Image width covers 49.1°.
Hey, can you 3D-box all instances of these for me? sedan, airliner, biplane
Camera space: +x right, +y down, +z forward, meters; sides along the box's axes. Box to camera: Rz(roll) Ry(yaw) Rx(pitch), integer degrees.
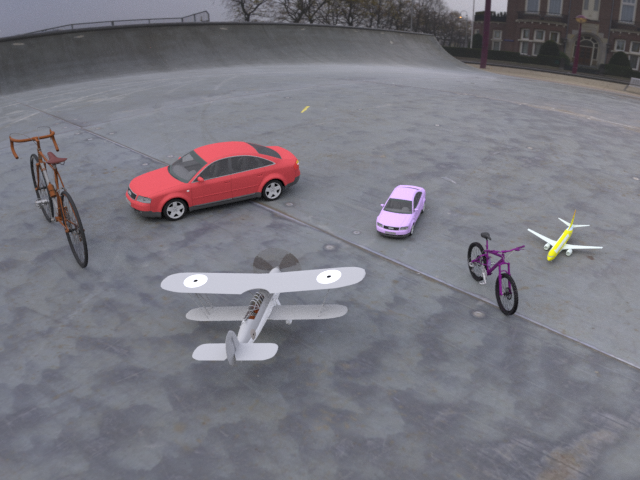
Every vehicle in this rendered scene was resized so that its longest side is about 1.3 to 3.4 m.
[{"bbox_3d":[1.372,-0.544,11.731,0.635,0.483,1.613,9,28,16],"label":"sedan"},{"bbox_3d":[-1.874,-1.164,12.436,3.137,0.940,1.235,-14,30,-25],"label":"sedan"},{"bbox_3d":[3.755,-0.056,10.839,1.161,0.429,1.307,17,32,29],"label":"airliner"},{"bbox_3d":[-0.801,0.865,8.444,2.598,0.981,2.120,5,28,10],"label":"biplane"}]

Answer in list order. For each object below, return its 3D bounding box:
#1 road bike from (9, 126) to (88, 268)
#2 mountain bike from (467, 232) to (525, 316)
[{"bbox_3d":[-4.103,-0.725,10.800,0.696,1.656,3.004,-17,32,-29],"label":"road bike"},{"bbox_3d":[2.344,0.372,9.525,0.573,0.868,1.469,-6,28,-12],"label":"mountain bike"}]
